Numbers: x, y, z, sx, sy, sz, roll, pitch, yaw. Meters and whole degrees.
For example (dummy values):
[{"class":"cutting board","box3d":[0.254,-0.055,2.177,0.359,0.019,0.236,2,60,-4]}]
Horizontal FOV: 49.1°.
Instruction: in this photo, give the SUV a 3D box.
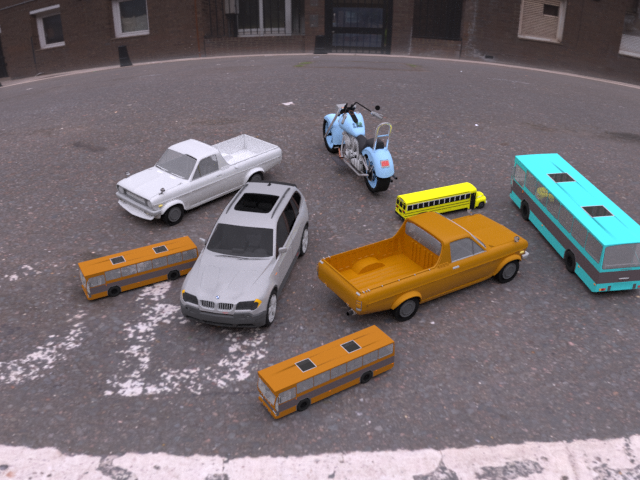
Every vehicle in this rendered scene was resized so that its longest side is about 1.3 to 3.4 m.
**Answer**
[{"class":"SUV","box3d":[-1.003,0.094,10.144,1.276,1.128,3.058,6,30,11]}]

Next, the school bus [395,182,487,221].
[{"class":"school bus","box3d":[2.148,-0.681,12.230,1.708,0.434,0.365,-12,31,-20]}]

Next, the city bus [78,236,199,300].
[{"class":"city bus","box3d":[-2.627,0.414,10.257,1.674,0.460,0.476,-15,33,-25]}]

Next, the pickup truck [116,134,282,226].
[{"class":"pickup truck","box3d":[-2.131,-1.273,12.713,1.244,0.993,3.117,24,37,36]}]

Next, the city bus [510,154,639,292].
[{"class":"city bus","box3d":[4.034,-0.344,11.161,0.926,0.894,3.255,-4,30,-7]}]

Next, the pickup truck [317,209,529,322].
[{"class":"pickup truck","box3d":[1.526,0.235,10.031,3.117,0.993,1.244,-16,33,-26]}]

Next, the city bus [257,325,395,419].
[{"class":"city bus","box3d":[0.094,1.545,8.246,1.674,0.460,0.476,-17,34,-28]}]

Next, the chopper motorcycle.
[{"class":"chopper motorcycle","box3d":[0.674,-2.009,13.525,0.906,1.480,3.040,-10,31,-17]}]
